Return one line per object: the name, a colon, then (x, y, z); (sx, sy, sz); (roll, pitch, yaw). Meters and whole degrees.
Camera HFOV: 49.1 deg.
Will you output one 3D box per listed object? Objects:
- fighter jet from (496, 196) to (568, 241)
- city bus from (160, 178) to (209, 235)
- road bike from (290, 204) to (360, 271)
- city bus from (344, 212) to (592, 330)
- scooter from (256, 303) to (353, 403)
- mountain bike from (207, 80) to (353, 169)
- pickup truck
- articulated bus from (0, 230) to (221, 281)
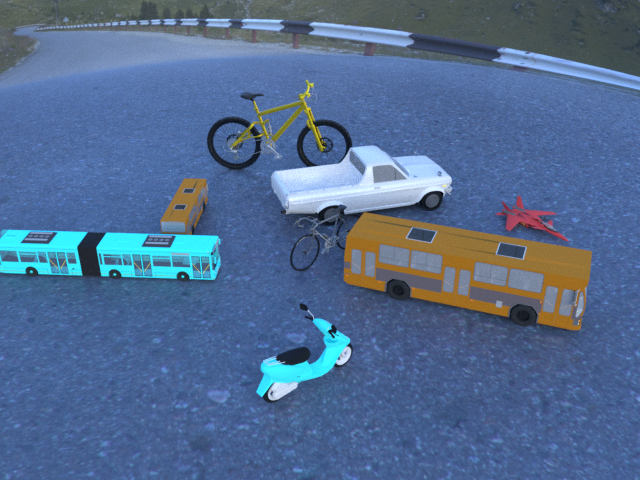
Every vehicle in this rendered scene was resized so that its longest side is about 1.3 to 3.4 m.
fighter jet: (3.642, -0.333, 11.729); (1.147, 0.286, 1.358); (-17, 33, -28)
city bus: (-2.266, -0.494, 11.840); (0.476, 0.460, 1.674); (2, 29, 3)
road bike: (0.122, -0.080, 10.690); (1.545, 0.852, 0.358); (-25, 37, -37)
city bus: (1.994, 0.428, 9.729); (3.255, 0.894, 0.926); (11, 31, 18)
scooter: (-0.145, 1.307, 8.121); (1.399, 0.919, 0.662); (-22, 36, -34)
mountain bike: (-0.795, -2.111, 13.491); (2.857, 1.688, 1.114); (3, 29, 5)
pickup truck: (0.737, -1.052, 12.297); (3.117, 0.993, 1.244); (-9, 30, -15)
articulated bus: (-3.174, 0.220, 10.449); (3.401, 0.561, 0.605); (2, 29, 3)
